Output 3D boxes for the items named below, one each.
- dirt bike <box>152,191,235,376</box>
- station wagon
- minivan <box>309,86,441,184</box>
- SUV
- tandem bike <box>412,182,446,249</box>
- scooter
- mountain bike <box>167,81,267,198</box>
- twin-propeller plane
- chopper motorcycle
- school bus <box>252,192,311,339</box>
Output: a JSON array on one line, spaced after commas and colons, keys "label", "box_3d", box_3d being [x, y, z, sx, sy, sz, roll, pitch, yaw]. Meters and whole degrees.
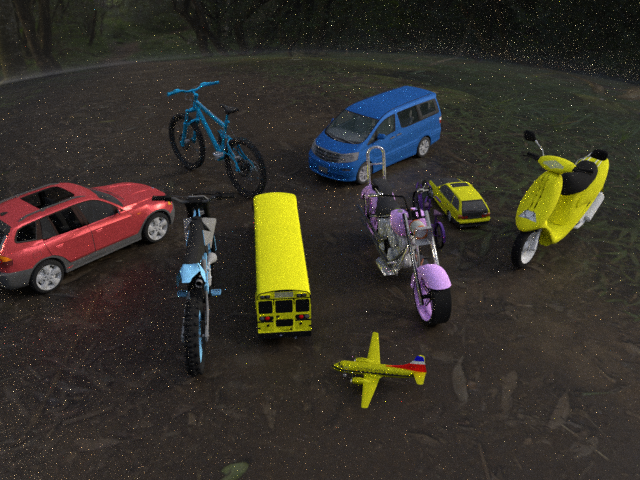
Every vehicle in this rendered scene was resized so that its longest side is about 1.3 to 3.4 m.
[{"label": "dirt bike", "box_3d": [-1.544, 0.308, 8.817, 1.024, 1.666, 2.903, -2, 29, -4]}, {"label": "station wagon", "box_3d": [2.349, -0.746, 11.951, 0.682, 0.473, 1.597, -6, 29, -10]}, {"label": "minivan", "box_3d": [1.100, -2.089, 13.631, 1.324, 1.197, 3.011, 25, 38, 37]}, {"label": "SUV", "box_3d": [-3.624, -0.278, 10.430, 1.276, 1.128, 3.058, 22, 36, 34]}, {"label": "tandem bike", "box_3d": [1.736, -0.461, 11.222, 0.283, 0.682, 1.642, -5, 29, -9]}, {"label": "scooter", "box_3d": [3.709, -0.759, 10.620, 1.288, 1.786, 2.721, 25, 37, 37]}, {"label": "mountain bike", "box_3d": [-1.924, -1.838, 12.672, 1.114, 1.688, 2.857, -25, 38, -37]}, {"label": "twin-propeller plane", "box_3d": [0.675, 1.452, 8.051, 1.095, 0.407, 1.370, 4, 29, 8]}, {"label": "chopper motorcycle", "box_3d": [1.160, -0.142, 9.822, 0.906, 1.480, 3.040, -7, 30, -12]}, {"label": "school bus", "box_3d": [-0.587, 0.175, 9.906, 0.709, 0.844, 3.322, -3, 29, -5]}]
